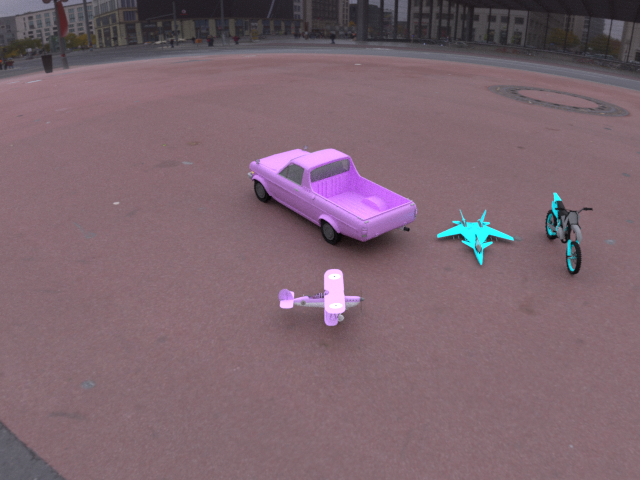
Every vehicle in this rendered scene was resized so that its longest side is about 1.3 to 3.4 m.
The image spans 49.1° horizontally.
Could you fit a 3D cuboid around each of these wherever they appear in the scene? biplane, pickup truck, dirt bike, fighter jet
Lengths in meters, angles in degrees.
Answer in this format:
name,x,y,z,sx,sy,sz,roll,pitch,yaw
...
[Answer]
name,x,y,z,sx,sy,sz,roll,pitch,yaw
biplane,0.021,0.757,8.889,1.090,0.504,1.336,0,29,0
pickup truck,0.109,-0.850,11.286,1.244,0.993,3.117,-21,35,-33
dirt bike,3.568,-0.161,10.182,0.527,0.857,1.493,0,29,0
fighter jet,2.363,-0.048,10.569,1.147,0.286,1.358,2,29,4
